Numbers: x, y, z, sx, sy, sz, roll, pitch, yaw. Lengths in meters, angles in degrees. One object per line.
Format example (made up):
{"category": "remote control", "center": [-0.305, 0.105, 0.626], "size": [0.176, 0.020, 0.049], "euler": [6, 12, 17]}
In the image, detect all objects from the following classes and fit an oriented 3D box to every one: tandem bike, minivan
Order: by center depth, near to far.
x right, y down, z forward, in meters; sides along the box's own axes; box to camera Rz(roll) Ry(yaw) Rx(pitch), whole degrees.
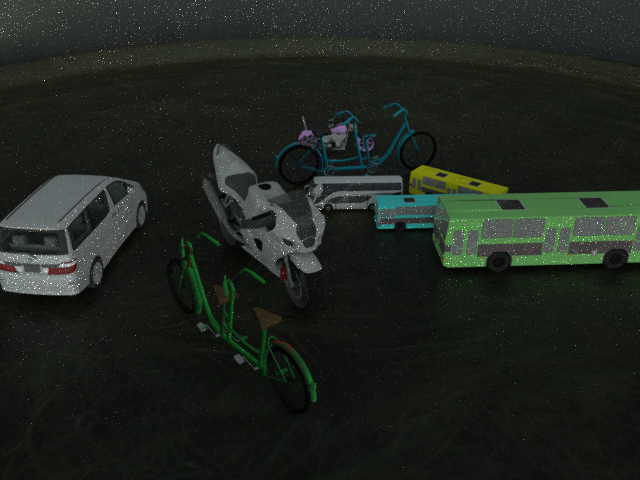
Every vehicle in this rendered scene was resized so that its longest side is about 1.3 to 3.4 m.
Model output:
{"category": "tandem bike", "center": [-1.036, 0.816, 8.079], "size": [0.550, 1.326, 3.192], "euler": [-20, 34, -33]}
{"category": "minivan", "center": [-3.541, -0.313, 10.314], "size": [1.324, 1.197, 3.011], "euler": [3, 28, 6]}
{"category": "tandem bike", "center": [0.709, -1.764, 12.875], "size": [3.192, 1.326, 0.550], "euler": [-8, 29, -15]}

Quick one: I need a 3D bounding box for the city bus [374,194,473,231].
{"category": "city bus", "center": [1.736, -0.447, 11.340], "size": [1.674, 0.460, 0.476], "euler": [-1, 28, -2]}

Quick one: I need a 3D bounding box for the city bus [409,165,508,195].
{"category": "city bus", "center": [2.363, -0.832, 12.055], "size": [1.674, 0.460, 0.476], "euler": [20, 34, 32]}

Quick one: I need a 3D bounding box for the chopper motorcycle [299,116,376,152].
{"category": "chopper motorcycle", "center": [0.349, -2.145, 14.180], "size": [1.563, 0.761, 0.466], "euler": [0, 28, 0]}

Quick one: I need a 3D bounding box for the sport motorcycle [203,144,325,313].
{"category": "sport motorcycle", "center": [-0.774, -0.225, 9.729], "size": [0.983, 1.596, 2.955], "euler": [-16, 32, -27]}

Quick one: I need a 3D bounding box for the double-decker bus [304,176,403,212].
{"category": "double-decker bus", "center": [0.566, -0.798, 11.908], "size": [1.672, 0.541, 0.389], "euler": [-1, 28, -2]}

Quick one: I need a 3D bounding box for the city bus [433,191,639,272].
{"category": "city bus", "center": [3.360, -0.131, 10.295], "size": [3.255, 0.894, 0.926], "euler": [-1, 28, -3]}
